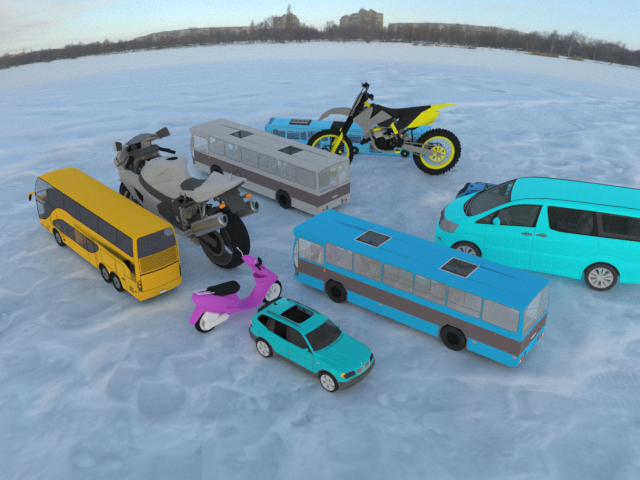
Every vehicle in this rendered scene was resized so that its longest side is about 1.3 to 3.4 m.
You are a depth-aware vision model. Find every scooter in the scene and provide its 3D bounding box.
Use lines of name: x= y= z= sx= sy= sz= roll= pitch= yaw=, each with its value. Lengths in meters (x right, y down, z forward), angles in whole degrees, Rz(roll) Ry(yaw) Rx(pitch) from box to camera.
scooter: x=-1.035 y=0.579 z=8.740 sx=1.399 sy=0.919 sz=0.662 roll=-22 pitch=35 yaw=-36

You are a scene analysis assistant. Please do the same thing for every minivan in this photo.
minivan: x=3.171 y=-0.209 z=9.948 sx=3.011 sy=1.197 sz=1.324 roll=10 pitch=29 yaw=18

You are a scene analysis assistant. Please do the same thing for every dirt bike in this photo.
dirt bike: x=1.171 y=-1.944 z=12.766 sx=2.903 sy=1.666 sz=1.024 roll=-1 pitch=28 yaw=-2

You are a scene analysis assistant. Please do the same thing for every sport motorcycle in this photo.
sport motorcycle: x=-2.090 y=-0.631 z=10.325 sx=2.955 sy=1.596 sz=0.983 roll=22 pitch=35 yaw=36

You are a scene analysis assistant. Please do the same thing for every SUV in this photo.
SUV: x=-0.114 y=1.144 z=8.022 sx=1.572 sy=0.580 sz=0.656 roll=21 pitch=34 yaw=34
SUV: x=2.937 y=-0.536 z=11.240 sx=1.572 sy=0.580 sz=0.656 roll=11 pitch=30 yaw=20

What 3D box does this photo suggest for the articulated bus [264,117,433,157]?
articulated bus: x=0.575 y=-2.096 z=14.250 sx=3.401 sy=0.561 sz=0.605 roll=5 pitch=28 yaw=9

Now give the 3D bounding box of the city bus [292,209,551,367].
city bus: x=1.155 y=0.543 z=8.835 sx=3.255 sy=0.894 sz=0.926 roll=20 pitch=33 yaw=33

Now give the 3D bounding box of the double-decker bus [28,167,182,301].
double-decker bus: x=-3.157 y=-0.191 z=10.070 sx=0.756 sy=1.052 sz=3.251 roll=-23 pitch=36 yaw=-37

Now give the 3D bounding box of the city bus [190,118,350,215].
city bus: x=-0.958 y=-1.316 z=12.395 sx=3.255 sy=0.894 sz=0.926 roll=23 pitch=35 yaw=37
